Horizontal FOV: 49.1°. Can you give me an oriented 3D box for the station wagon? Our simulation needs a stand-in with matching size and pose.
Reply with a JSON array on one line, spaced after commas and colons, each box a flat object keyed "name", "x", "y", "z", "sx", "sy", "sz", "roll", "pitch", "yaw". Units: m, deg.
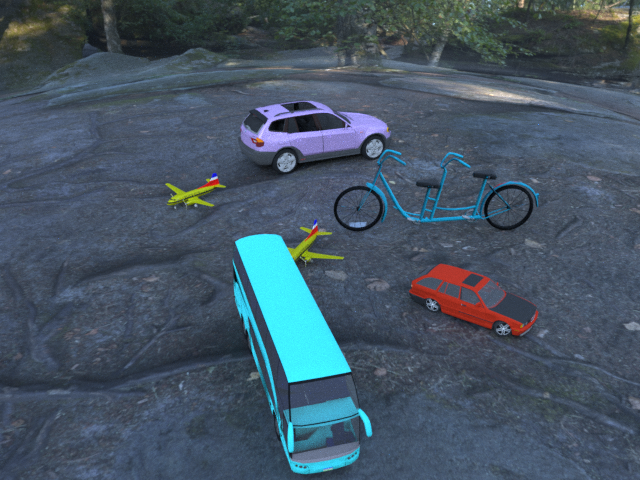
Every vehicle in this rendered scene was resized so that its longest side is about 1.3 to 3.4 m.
[{"name": "station wagon", "x": 1.940, "y": 0.715, "z": 8.835, "sx": 1.597, "sy": 0.473, "sz": 0.682, "roll": 18, "pitch": 32, "yaw": 32}]

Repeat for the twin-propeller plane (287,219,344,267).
[{"name": "twin-propeller plane", "x": -0.253, "y": 0.067, "z": 10.194, "sx": 1.370, "sy": 0.407, "sz": 1.095, "roll": 11, "pitch": 29, "yaw": 21}]

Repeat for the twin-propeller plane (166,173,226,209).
[{"name": "twin-propeller plane", "x": -2.164, "y": -0.835, "z": 11.983, "sx": 1.095, "sy": 0.407, "sz": 1.370, "roll": -24, "pitch": 35, "yaw": -39}]

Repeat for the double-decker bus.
[{"name": "double-decker bus", "x": -0.345, "y": 1.075, "z": 7.478, "sx": 0.756, "sy": 1.052, "sz": 3.251, "roll": -7, "pitch": 28, "yaw": -14}]

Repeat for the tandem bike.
[{"name": "tandem bike", "x": 1.805, "y": -0.734, "z": 10.763, "sx": 3.192, "sy": 1.326, "sz": 0.550, "roll": -1, "pitch": 27, "yaw": -1}]

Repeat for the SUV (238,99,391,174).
[{"name": "SUV", "x": -0.076, "y": -2.152, "z": 13.794, "sx": 3.058, "sy": 1.128, "sz": 1.276, "roll": -12, "pitch": 29, "yaw": -22}]
